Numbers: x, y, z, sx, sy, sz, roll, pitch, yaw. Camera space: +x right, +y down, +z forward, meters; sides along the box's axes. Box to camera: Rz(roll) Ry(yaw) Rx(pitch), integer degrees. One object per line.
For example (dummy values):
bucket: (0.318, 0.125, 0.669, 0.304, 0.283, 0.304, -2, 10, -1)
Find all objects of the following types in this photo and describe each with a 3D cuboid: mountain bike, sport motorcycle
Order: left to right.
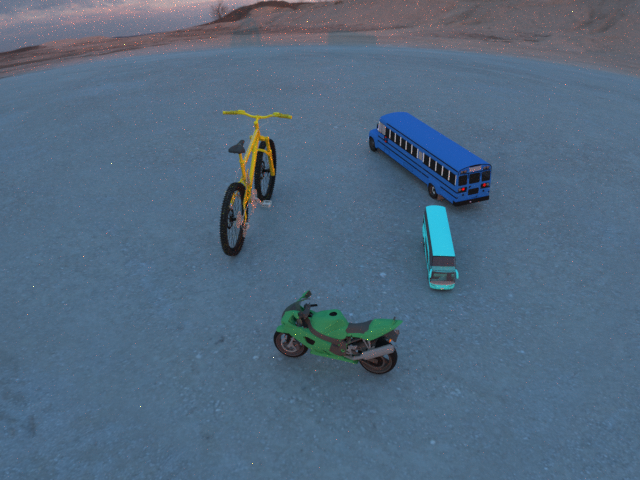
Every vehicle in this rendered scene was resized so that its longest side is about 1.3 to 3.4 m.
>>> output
mountain bike: (-1.075, -0.994, 10.866, 1.114, 1.688, 2.857, 5, 30, 10)
sport motorcycle: (0.181, 1.105, 8.054, 1.520, 0.821, 0.506, 8, 31, 14)

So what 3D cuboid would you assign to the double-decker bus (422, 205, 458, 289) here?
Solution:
double-decker bus: (1.709, 0.101, 10.101, 0.389, 0.541, 1.672, 2, 30, 3)

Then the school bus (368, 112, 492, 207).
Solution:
school bus: (1.864, -1.581, 12.751, 0.709, 0.844, 3.322, -12, 32, -20)
